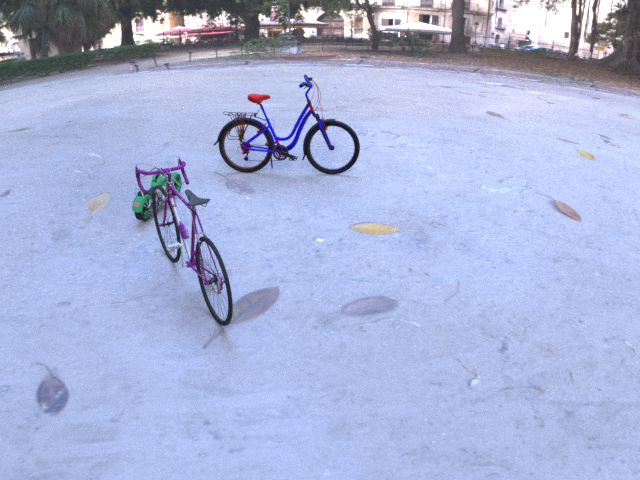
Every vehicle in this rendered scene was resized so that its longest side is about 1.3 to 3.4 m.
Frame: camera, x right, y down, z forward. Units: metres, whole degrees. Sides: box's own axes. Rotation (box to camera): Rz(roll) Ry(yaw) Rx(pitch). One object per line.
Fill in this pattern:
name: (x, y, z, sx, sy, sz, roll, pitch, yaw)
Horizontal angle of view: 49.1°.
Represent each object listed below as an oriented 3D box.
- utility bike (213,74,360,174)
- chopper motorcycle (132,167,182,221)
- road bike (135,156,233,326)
utility bike: (-0.634, -2.162, 13.164, 2.791, 1.839, 1.039, 2, 28, 3)
chopper motorcycle: (-2.760, -0.903, 11.925, 0.466, 0.761, 1.563, 7, 29, 13)
road bike: (-1.792, -0.075, 9.387, 0.697, 1.656, 3.004, -15, 31, -26)
